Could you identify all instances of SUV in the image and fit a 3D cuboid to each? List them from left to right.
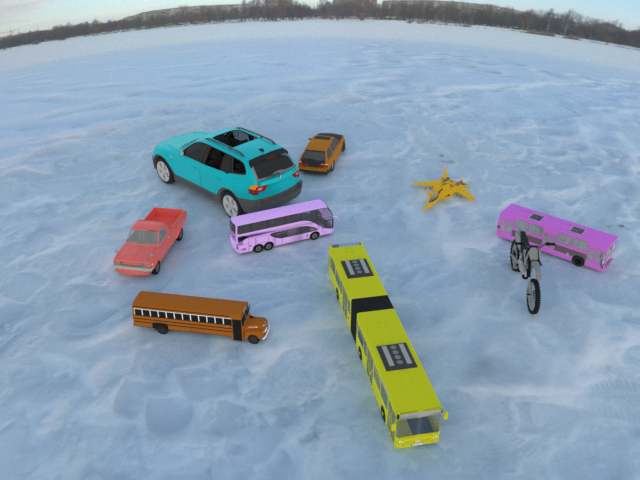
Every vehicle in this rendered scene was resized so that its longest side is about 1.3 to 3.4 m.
[{"bbox_3d":[-1.658,-1.353,12.019,3.058,1.128,1.276,27,40,37],"label":"SUV"}]

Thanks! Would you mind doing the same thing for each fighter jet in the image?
[{"bbox_3d":[2.071,-0.853,12.001,1.147,0.286,1.358,18,35,27],"label":"fighter jet"}]

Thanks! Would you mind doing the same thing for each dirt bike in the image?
[{"bbox_3d":[2.809,0.314,9.483,0.527,0.857,1.493,1,31,1],"label":"dirt bike"}]

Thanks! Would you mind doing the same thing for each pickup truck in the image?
[{"bbox_3d":[-2.509,-0.050,10.434,0.640,0.511,1.603,5,31,9],"label":"pickup truck"}]

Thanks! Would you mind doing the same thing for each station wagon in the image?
[{"bbox_3d":[0.058,-1.739,13.307,0.682,0.473,1.597,7,32,12],"label":"station wagon"}]

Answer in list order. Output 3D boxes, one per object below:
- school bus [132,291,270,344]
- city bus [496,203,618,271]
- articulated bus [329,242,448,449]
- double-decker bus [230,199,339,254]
[{"bbox_3d":[-1.489,0.963,8.807,1.708,0.434,0.365,5,31,8],"label":"school bus"},{"bbox_3d":[3.508,-0.040,10.466,1.674,0.460,0.476,22,37,32],"label":"city bus"},{"bbox_3d":[0.676,1.089,8.471,0.605,0.561,3.401,-6,31,-10],"label":"articulated bus"},{"bbox_3d":[-0.545,-0.219,10.688,1.672,0.541,0.389,-13,33,-21],"label":"double-decker bus"}]
